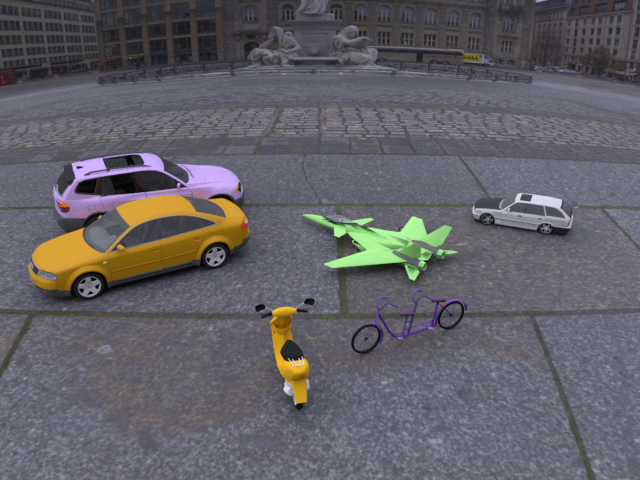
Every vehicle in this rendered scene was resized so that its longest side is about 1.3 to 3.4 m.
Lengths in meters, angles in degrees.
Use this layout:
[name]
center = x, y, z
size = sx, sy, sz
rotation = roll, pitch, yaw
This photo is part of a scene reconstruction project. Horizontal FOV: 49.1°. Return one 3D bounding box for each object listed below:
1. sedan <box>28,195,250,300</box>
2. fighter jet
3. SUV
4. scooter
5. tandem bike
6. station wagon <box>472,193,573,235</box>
[sedan]
center = -2.553, -0.032, 10.058
size = 3.137, 0.940, 1.235
rotation = -14, 30, -26
[fighter jet]
center = 0.703, -0.180, 10.789
size = 2.640, 0.557, 2.229
rotation = 22, 33, 37
[SUV]
center = -2.782, -0.827, 11.454
size = 3.058, 1.128, 1.276
rotation = -10, 28, -20
[scooter]
center = -0.345, 1.152, 7.686
size = 0.662, 0.919, 1.399
rotation = -6, 27, -12
[tandem bike]
center = 1.105, 0.922, 8.417
size = 1.642, 0.682, 0.283
rotation = -12, 29, -23
[station wagon]
center = 3.326, -0.491, 11.512
size = 1.597, 0.473, 0.682
rotation = 10, 28, 20
